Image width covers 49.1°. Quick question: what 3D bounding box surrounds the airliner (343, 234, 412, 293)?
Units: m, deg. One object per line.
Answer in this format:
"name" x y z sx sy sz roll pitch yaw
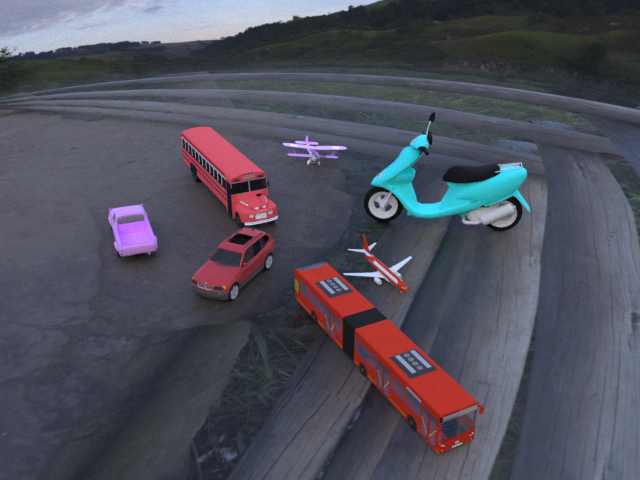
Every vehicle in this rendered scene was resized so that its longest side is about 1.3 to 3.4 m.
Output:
"airliner" 0.930 0.352 10.220 1.161 0.429 1.307 -13 30 -23

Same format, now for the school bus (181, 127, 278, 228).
"school bus" -1.702 -1.195 12.760 0.709 0.844 3.322 -13 30 -24

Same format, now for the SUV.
"SUV" -1.235 0.306 10.143 0.656 0.580 1.572 13 30 23

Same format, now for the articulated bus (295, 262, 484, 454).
"articulated bus" 0.635 1.238 8.361 0.605 0.561 3.401 -13 30 -24

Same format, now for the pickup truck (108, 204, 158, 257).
"pickup truck" -3.009 -0.197 11.193 0.640 0.511 1.603 -10 29 -18

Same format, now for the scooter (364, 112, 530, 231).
"scooter" 2.080 -1.032 11.419 2.721 1.786 1.288 5 28 9

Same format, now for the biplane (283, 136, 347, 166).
"biplane" -0.143 -1.845 14.387 1.336 0.504 1.090 -7 28 -14
